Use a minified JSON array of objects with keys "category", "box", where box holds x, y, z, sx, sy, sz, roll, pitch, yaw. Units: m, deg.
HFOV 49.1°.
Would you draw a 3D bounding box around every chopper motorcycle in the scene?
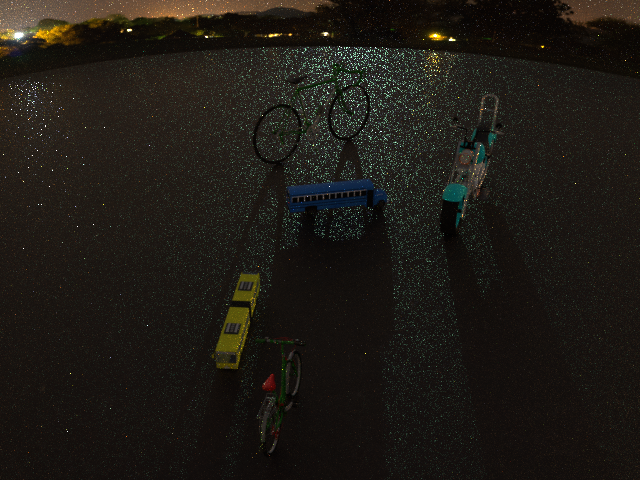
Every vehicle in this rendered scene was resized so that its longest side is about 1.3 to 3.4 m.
[{"category":"chopper motorcycle","box":[2.500,-1.312,11.620,0.906,1.480,3.040,11,31,19]}]

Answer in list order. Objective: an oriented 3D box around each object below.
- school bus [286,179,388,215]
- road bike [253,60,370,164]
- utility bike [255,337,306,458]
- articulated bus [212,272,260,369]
[{"category":"school bus","box":[0.300,-0.730,11.653,1.708,0.434,0.365,-6,30,-11]},{"category":"road bike","box":[-0.096,-2.493,13.527,3.004,1.656,0.696,-23,37,-35]},{"category":"utility bike","box":[-0.445,1.505,7.189,0.535,0.946,1.435,7,30,12]},{"category":"articulated bus","box":[-1.015,0.970,8.801,0.311,0.289,1.749,2,30,4]}]
